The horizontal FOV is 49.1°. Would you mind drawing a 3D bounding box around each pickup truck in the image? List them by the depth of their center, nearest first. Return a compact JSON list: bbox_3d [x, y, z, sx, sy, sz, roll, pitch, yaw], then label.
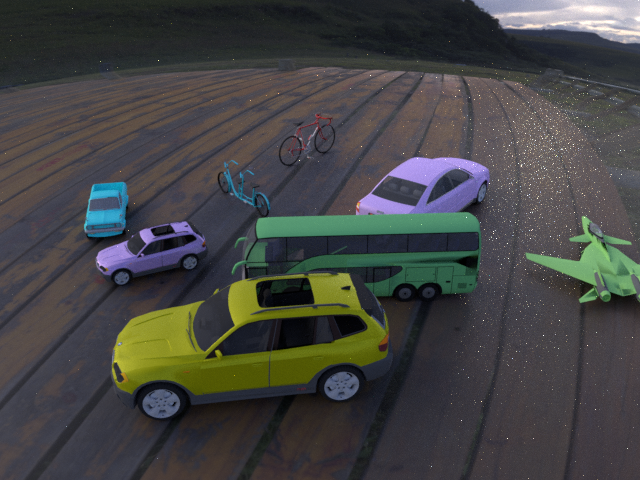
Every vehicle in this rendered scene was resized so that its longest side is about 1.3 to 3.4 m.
[{"bbox_3d":[-3.469,-0.560,11.394,0.640,0.511,1.603,-6,28,-10],"label":"pickup truck"}]

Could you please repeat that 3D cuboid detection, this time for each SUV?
[{"bbox_3d":[-0.734,1.053,7.679,3.058,1.128,1.276,-4,28,-8],"label":"SUV"},{"bbox_3d":[-2.398,0.146,9.983,1.572,0.580,0.656,-13,30,-23],"label":"SUV"}]

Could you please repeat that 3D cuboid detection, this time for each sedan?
[{"bbox_3d":[1.778,-0.849,11.482,1.235,0.940,3.137,19,33,31],"label":"sedan"}]

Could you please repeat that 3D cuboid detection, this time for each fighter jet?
[{"bbox_3d":[4.118,0.076,10.141,2.229,0.557,2.640,3,28,6],"label":"fighter jet"}]

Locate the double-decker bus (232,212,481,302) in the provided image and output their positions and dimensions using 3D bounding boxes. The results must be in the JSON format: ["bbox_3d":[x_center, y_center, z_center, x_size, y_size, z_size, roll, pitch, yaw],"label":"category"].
[{"bbox_3d":[0.479,0.229,9.321,3.251,1.052,0.756,-2,28,-3],"label":"double-decker bus"}]

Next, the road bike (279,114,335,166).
[{"bbox_3d":[-0.237,-1.988,13.733,0.358,0.852,1.545,25,37,38],"label":"road bike"}]

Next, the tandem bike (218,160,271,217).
[{"bbox_3d":[-1.318,-0.907,11.868,0.283,0.682,1.642,-20,34,-33],"label":"tandem bike"}]
